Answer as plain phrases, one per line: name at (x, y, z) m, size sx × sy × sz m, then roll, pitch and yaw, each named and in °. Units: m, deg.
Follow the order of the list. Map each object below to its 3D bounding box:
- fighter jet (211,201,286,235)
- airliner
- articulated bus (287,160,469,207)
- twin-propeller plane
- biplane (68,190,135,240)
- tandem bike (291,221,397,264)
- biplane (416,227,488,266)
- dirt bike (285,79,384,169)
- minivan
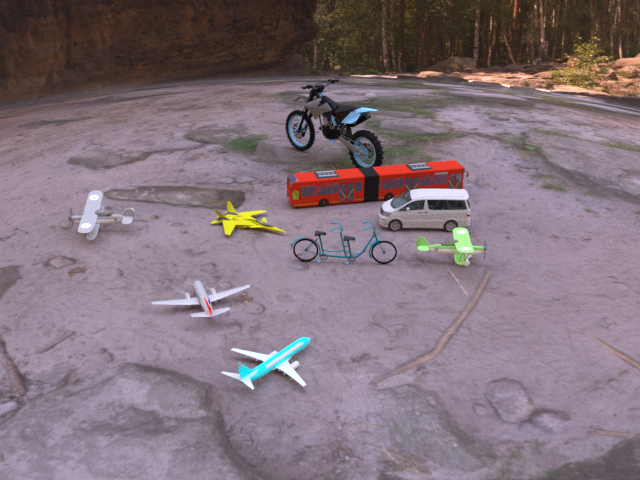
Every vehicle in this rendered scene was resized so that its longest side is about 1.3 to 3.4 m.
fighter jet at (-1.167, -0.346, 11.998) m, size 1.358 × 0.286 × 1.147 m, roll 14°, pitch 29°, yaw 26°
airliner at (-0.530, 1.353, 8.295) m, size 1.161 × 0.429 × 1.307 m, roll 19°, pitch 32°, yaw 34°
articulated bus at (1.086, -1.066, 13.180) m, size 3.401 × 0.561 × 0.605 m, roll -6°, pitch 26°, yaw -12°
twin-propeller plane at (-1.596, 0.759, 9.558) m, size 1.370 × 0.407 × 1.095 m, roll -9°, pitch 27°, yaw -18°
biplane at (-3.677, -0.364, 11.785) m, size 1.090 × 0.504 × 1.336 m, roll -3°, pitch 26°, yaw -6°
tandem bike at (0.363, 0.045, 10.727) m, size 1.642 × 0.682 × 0.283 m, roll 2°, pitch 26°, yaw 4°
biplane at (2.027, 0.116, 10.784) m, size 1.090 × 0.504 × 1.336 m, roll 3°, pitch 26°, yaw 6°
dirt bike at (0.233, -2.454, 14.795) m, size 1.024 × 1.666 × 2.903 m, roll -22°, pitch 34°, yaw -38°
minivan at (1.787, -0.536, 12.014) m, size 1.548 × 0.616 × 0.681 m, roll 1°, pitch 26°, yaw 2°
